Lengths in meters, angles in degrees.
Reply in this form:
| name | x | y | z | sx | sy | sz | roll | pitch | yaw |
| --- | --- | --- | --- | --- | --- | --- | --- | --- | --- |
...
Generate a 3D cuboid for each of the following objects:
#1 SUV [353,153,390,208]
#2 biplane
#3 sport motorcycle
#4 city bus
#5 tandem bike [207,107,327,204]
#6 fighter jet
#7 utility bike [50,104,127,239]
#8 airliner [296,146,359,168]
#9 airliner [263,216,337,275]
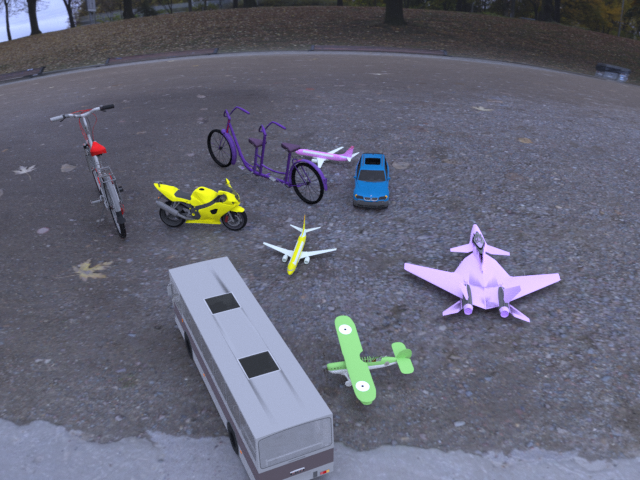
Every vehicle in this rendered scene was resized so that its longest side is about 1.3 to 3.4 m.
| name | x | y | z | sx | sy | sz | roll | pitch | yaw |
| --- | --- | --- | --- | --- | --- | --- | --- | --- | --- |
| SUV | 0.940 | -1.098 | 12.671 | 0.656 | 0.580 | 1.572 | 2 | 30 | 4 |
| biplane | 0.559 | 1.464 | 8.256 | 1.090 | 0.504 | 1.336 | -6 | 30 | -10 |
| sport motorcycle | -1.947 | -0.558 | 11.481 | 1.520 | 0.821 | 0.506 | 4 | 30 | 6 |
| city bus | -0.897 | 1.397 | 7.980 | 0.926 | 0.894 | 3.255 | -13 | 32 | -21 |
| tandem bike | -1.059 | -1.612 | 12.820 | 3.192 | 1.326 | 0.550 | 25 | 38 | 36 |
| fighter jet | 2.383 | 0.241 | 10.348 | 2.229 | 0.557 | 2.640 | 4 | 30 | 7 |
| utility bike | -3.719 | -1.187 | 11.557 | 1.039 | 1.839 | 2.791 | -13 | 32 | -22 |
| airliner | 0.093 | -1.773 | 14.006 | 1.307 | 0.429 | 1.161 | 13 | 32 | 21 |
| airliner | -0.343 | 0.083 | 10.752 | 1.161 | 0.429 | 1.307 | 5 | 30 | 8 |
